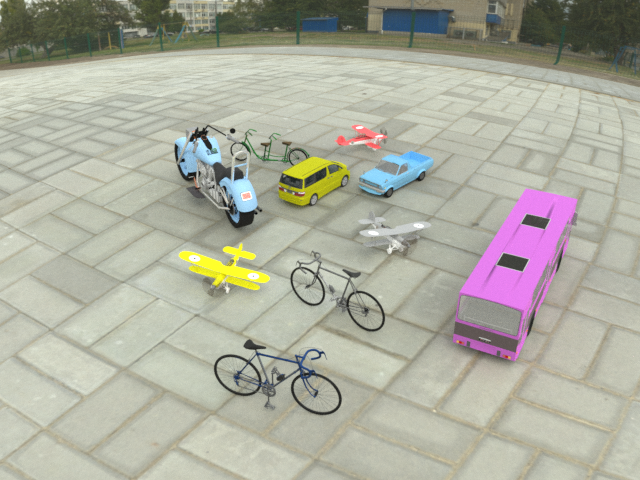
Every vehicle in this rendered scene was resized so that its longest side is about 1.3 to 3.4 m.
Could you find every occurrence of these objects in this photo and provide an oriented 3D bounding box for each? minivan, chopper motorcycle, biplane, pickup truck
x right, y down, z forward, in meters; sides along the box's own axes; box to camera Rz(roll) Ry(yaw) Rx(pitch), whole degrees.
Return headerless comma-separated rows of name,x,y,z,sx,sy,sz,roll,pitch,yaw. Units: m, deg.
minivan,-0.073,-1.136,12.552,0.681,0.616,1.548,21,36,31
chopper motorcycle,-1.878,-1.314,12.004,0.906,1.480,3.040,-17,34,-26
biplane,1.085,-0.118,10.934,1.336,0.504,1.090,-18,35,-27
biplane,0.839,-2.039,14.195,1.090,0.504,1.336,-12,33,-20
biplane,-1.300,0.418,10.023,1.336,0.504,1.090,8,32,14
pickup truck,1.418,-1.289,12.916,0.640,0.511,1.603,26,39,36

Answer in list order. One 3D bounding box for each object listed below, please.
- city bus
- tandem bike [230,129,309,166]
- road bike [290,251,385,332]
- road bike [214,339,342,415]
city bus,2.774,0.388,9.690,0.926,0.894,3.255,15,34,24
tandem bike,-0.984,-1.774,13.570,1.642,0.682,0.283,8,32,14
road bike,0.209,0.670,9.254,1.545,0.852,0.358,21,36,31
road bike,-0.493,1.518,7.814,1.545,0.852,0.358,10,32,16
